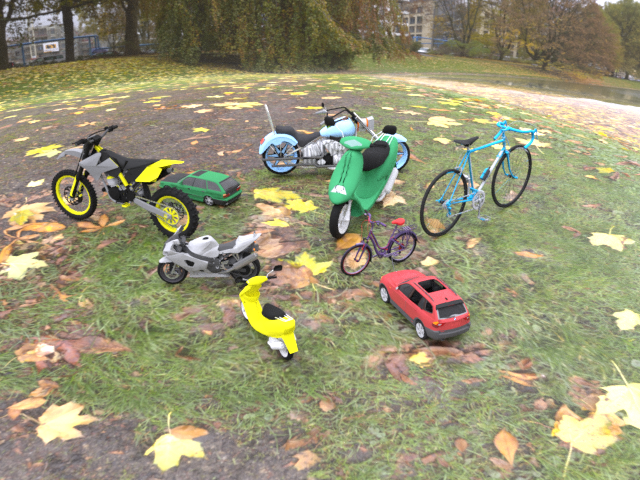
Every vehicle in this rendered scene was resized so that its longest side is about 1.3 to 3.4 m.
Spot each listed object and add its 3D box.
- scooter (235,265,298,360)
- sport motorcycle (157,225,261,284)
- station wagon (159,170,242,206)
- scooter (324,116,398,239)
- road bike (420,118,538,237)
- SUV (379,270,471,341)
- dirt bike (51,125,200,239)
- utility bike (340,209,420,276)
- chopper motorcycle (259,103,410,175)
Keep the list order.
[{"bbox_3d":[-0.673,0.854,8.736,0.662,0.919,1.399,-15,30,-28],"label":"scooter"},{"bbox_3d":[-1.591,0.249,10.073,1.520,0.821,0.506,-2,26,-3],"label":"sport motorcycle"},{"bbox_3d":[-2.257,-1.040,13.079,1.597,0.473,0.682,13,29,25],"label":"station wagon"},{"bbox_3d":[0.779,-1.263,12.048,1.288,1.786,2.721,12,29,23],"label":"scooter"},{"bbox_3d":[2.726,-1.088,11.840,3.004,1.656,0.696,-21,33,-36],"label":"road bike"},{"bbox_3d":[1.371,0.760,9.310,0.656,0.580,1.572,-11,28,-21],"label":"SUV"},{"bbox_3d":[-3.303,-0.932,11.512,2.903,1.666,1.024,10,28,20],"label":"dirt bike"},{"bbox_3d":[0.944,0.034,10.367,1.435,0.946,0.535,-15,30,-27],"label":"utility bike"},{"bbox_3d":[0.305,-2.013,13.914,3.040,1.480,0.906,-3,26,-7],"label":"chopper motorcycle"}]
